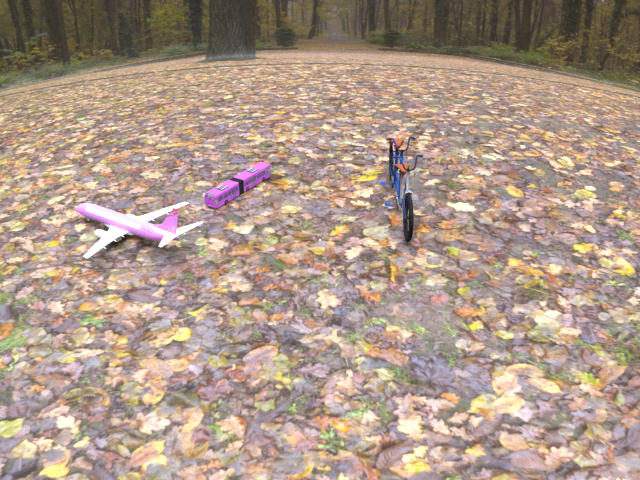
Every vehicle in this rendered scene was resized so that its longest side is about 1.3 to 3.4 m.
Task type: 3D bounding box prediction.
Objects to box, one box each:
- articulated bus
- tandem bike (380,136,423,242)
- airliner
[{"bbox_3d":[-1.514,-1.048,13.186,0.311,0.289,1.749,17,33,27],"label":"articulated bus"},{"bbox_3d":[1.427,-1.176,12.355,0.550,1.326,3.192,0,29,-1],"label":"tandem bike"},{"bbox_3d":[-3.200,-0.434,11.532,2.541,0.835,2.257,18,34,28],"label":"airliner"}]
